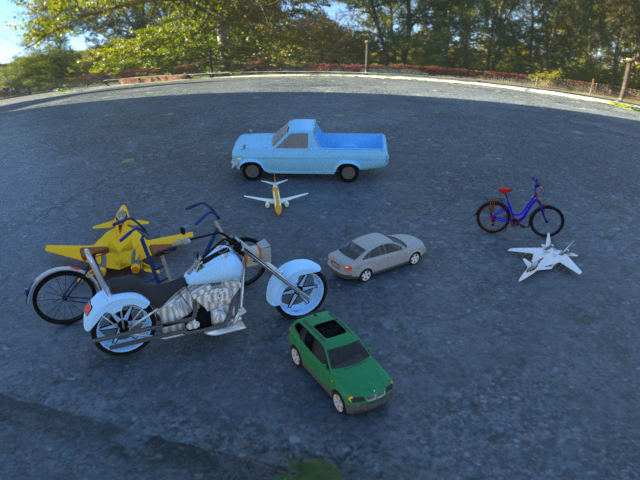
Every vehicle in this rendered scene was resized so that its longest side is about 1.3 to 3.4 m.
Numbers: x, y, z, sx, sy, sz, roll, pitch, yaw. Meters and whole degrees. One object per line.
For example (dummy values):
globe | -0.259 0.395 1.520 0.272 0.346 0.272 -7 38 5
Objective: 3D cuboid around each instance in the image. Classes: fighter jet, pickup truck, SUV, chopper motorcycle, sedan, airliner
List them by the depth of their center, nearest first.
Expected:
SUV | 0.205 1.325 7.913 0.656 0.580 1.572 -14 29 -26
chopper motorcycle | -1.328 0.529 8.516 3.040 1.480 0.906 -11 28 -22
fighter jet | 3.276 0.285 10.369 1.147 0.286 1.358 21 33 37
sedan | 0.869 0.167 10.387 1.613 0.483 0.635 -16 31 -30
fighter jet | -3.152 -0.196 11.043 2.229 0.557 2.640 -6 27 -11
airliner | -0.776 -0.844 12.511 1.161 0.429 1.307 -3 26 -6
pickup truck | -0.193 -1.826 13.875 3.117 0.993 1.244 1 26 2

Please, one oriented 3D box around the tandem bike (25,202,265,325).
tandem bike | -2.201 0.286 9.187 3.192 1.326 0.550 -11 28 -21

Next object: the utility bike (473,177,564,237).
utility bike | 3.224 -0.542 11.308 1.435 0.946 0.535 5 27 10
